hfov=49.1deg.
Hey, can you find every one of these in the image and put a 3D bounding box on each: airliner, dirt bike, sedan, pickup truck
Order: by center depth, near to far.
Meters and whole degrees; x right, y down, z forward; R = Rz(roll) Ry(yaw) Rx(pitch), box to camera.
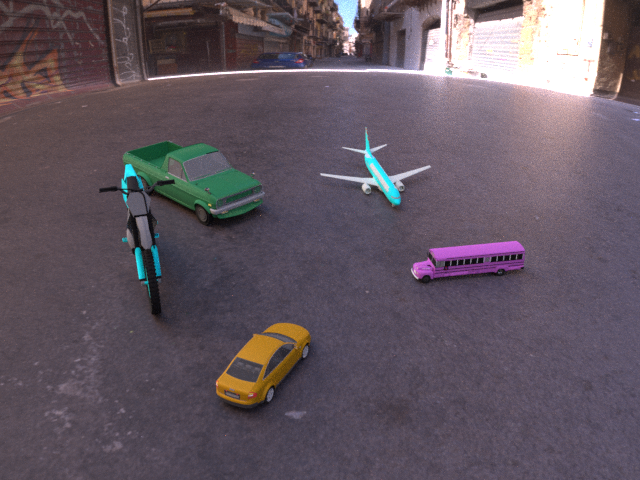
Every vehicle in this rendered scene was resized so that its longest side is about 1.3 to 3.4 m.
[{"bbox_3d":[-0.646,1.419,8.475,0.635,0.483,1.613,12,30,23],"label":"sedan"},{"bbox_3d":[-2.622,-0.182,10.289,1.024,1.666,2.903,-9,29,-17],"label":"dirt bike"},{"bbox_3d":[-2.427,-1.256,13.108,1.244,0.993,3.117,-24,36,-39],"label":"pickup truck"},{"bbox_3d":[1.175,-1.425,13.608,2.257,0.835,2.541,-5,28,-10],"label":"airliner"}]

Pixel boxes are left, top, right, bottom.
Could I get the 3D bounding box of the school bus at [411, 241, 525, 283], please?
[{"bbox_3d":[2.246,0.325,10.651,1.708,0.434,0.365,-5,28,-10],"label":"school bus"}]
